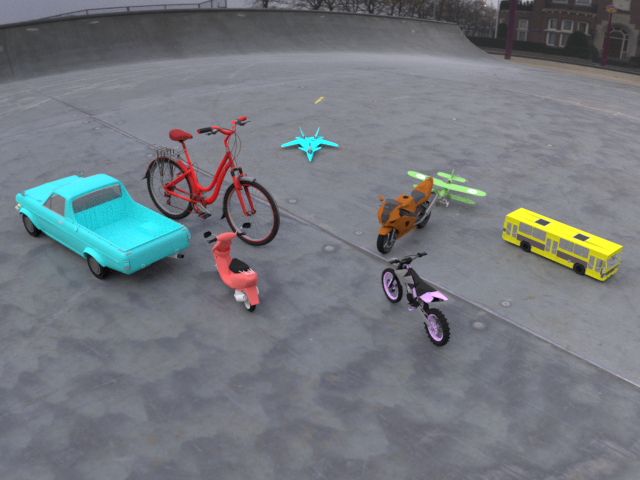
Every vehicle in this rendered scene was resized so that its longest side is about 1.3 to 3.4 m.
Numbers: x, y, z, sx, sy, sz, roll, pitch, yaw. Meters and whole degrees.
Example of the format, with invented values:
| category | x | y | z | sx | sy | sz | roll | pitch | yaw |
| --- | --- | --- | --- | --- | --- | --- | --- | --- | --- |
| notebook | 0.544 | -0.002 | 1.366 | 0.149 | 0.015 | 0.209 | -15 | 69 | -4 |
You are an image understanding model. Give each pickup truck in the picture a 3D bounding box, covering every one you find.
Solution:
| category | x | y | z | sx | sy | sz | roll | pitch | yaw |
| --- | --- | --- | --- | --- | --- | --- | --- | --- | --- |
| pickup truck | -3.300 | -0.351 | 10.385 | 3.117 | 0.993 | 1.244 | 23 | 36 | 36 |

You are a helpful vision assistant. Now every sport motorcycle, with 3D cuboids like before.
| category | x | y | z | sx | sy | sz | roll | pitch | yaw |
| --- | --- | --- | --- | --- | --- | --- | --- | --- | --- |
| sport motorcycle | 1.303 | -0.385 | 10.629 | 0.506 | 0.821 | 1.520 | 19 | 34 | 32 |

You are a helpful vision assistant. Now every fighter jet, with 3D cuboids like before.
| category | x | y | z | sx | sy | sz | roll | pitch | yaw |
| --- | --- | --- | --- | --- | --- | --- | --- | --- | --- |
| fighter jet | -0.203 | -1.916 | 14.025 | 1.147 | 0.286 | 1.358 | -1 | 28 | -1 |

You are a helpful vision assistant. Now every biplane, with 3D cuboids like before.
| category | x | y | z | sx | sy | sz | roll | pitch | yaw |
| --- | --- | --- | --- | --- | --- | --- | --- | --- | --- |
| biplane | 2.170 | -0.890 | 11.897 | 1.336 | 0.504 | 1.090 | 10 | 30 | 18 |

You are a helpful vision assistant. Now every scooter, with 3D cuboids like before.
| category | x | y | z | sx | sy | sz | roll | pitch | yaw |
| --- | --- | --- | --- | --- | --- | --- | --- | --- | --- |
| scooter | -1.138 | 0.305 | 9.249 | 0.662 | 0.919 | 1.399 | -14 | 31 | -24 |

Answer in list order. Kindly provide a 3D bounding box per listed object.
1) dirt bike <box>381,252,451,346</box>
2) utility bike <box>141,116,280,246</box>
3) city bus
| category | x | y | z | sx | sy | sz | roll | pitch | yaw |
| --- | --- | --- | --- | --- | --- | --- | --- | --- | --- |
| dirt bike | 1.161 | 0.651 | 8.673 | 0.527 | 0.857 | 1.493 | -13 | 31 | -23 |
| utility bike | -1.693 | -1.022 | 10.736 | 2.791 | 1.839 | 1.039 | 17 | 33 | 29 |
| city bus | 3.486 | 0.057 | 10.191 | 0.476 | 0.460 | 1.674 | -23 | 36 | -36 |
